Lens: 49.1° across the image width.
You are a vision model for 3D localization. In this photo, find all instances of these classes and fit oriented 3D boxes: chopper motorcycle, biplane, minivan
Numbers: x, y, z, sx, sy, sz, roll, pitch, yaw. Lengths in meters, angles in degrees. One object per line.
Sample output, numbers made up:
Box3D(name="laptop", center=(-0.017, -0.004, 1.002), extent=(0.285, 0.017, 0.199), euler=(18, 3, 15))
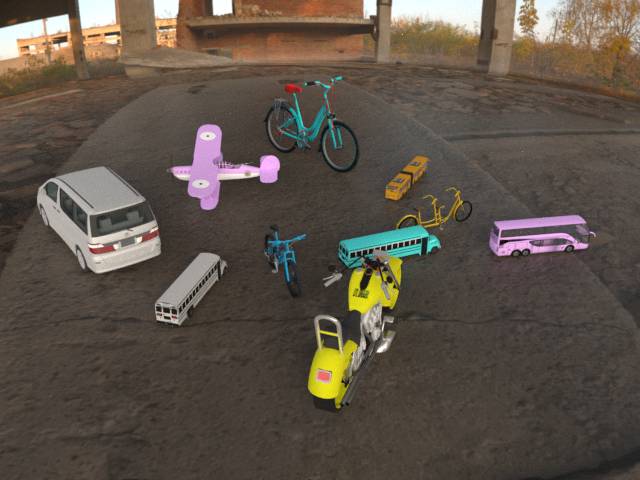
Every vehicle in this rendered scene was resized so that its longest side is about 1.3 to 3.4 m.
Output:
Box3D(name="chopper motorcycle", center=(0.549, 0.829, 8.727), extent=(0.906, 1.480, 3.040), euler=(10, 30, 18))
Box3D(name="biplane", center=(-1.815, -1.280, 13.150), extent=(2.120, 0.981, 2.598), euler=(-2, 28, -3))
Box3D(name="minivan", center=(-3.744, -0.523, 11.523), extent=(1.324, 1.197, 3.011), euler=(-19, 34, -31))

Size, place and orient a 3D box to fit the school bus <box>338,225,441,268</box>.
Box3D(name="school bus", center=(1.141, 0.099, 11.175), extent=(1.708, 0.434, 0.365), euler=(-11, 30, -20))

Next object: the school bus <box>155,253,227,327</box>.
Box3D(name="school bus", center=(-1.825, 0.648, 10.161), extent=(0.365, 0.434, 1.708), euler=(8, 29, 14))

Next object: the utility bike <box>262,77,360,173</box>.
Box3D(name="utility bike", center=(-0.169, -2.539, 14.575), extent=(2.791, 1.839, 1.039), euler=(24, 36, 37))

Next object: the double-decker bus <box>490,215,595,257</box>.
Box3D(name="double-decker bus", center=(3.604, -0.071, 11.377), extent=(1.672, 0.541, 0.389), euler=(-5, 29, -9))

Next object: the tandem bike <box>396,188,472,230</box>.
Box3D(name="tandem bike", center=(1.980, -0.476, 11.978), extent=(1.642, 0.682, 0.283), euler=(-15, 32, -26))

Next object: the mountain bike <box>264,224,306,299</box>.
Box3D(name="mountain bike", center=(-0.573, 0.240, 10.459), extent=(0.573, 0.868, 1.469), euler=(-11, 30, -20))

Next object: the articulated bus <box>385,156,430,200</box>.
Box3D(name="articulated bus", center=(1.729, -1.235, 13.793), extent=(0.311, 0.289, 1.749), euler=(13, 31, 23))
